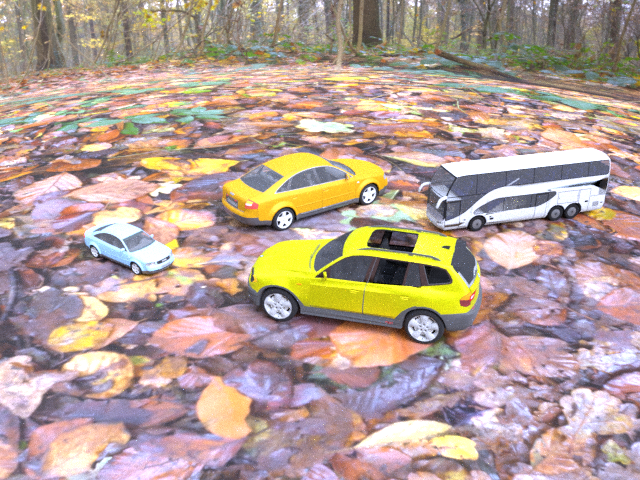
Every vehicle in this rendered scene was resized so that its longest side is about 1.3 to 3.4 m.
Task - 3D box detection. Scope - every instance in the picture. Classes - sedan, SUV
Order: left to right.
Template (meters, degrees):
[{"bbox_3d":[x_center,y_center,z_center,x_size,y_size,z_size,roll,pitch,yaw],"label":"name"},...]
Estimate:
[{"bbox_3d":[-2.903,0.068,10.602,1.613,0.483,0.635,18,32,31],"label":"sedan"},{"bbox_3d":[-0.197,-1.010,12.239,3.137,0.940,1.235,-17,32,-31],"label":"sedan"},{"bbox_3d":[0.576,0.432,9.158,3.058,1.128,1.276,7,28,14],"label":"SUV"}]

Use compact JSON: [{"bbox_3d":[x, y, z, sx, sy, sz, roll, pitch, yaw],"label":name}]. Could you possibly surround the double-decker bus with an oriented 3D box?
[{"bbox_3d":[3.301,-0.854,11.803,3.251,1.052,0.756,-7,28,-14],"label":"double-decker bus"}]
